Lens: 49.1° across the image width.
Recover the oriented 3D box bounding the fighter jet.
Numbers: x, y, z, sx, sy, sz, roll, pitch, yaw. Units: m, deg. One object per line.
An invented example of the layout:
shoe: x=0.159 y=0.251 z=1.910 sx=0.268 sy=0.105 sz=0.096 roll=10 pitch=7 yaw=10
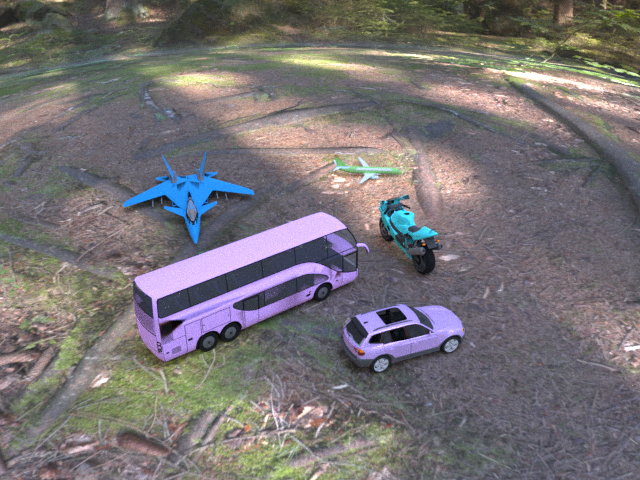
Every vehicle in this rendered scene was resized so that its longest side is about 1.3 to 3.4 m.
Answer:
fighter jet: x=-2.209 y=-0.737 z=11.873 sx=2.229 sy=0.557 sz=2.640 roll=-6 pitch=31 yaw=-11

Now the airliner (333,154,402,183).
airliner: x=0.896 y=-1.397 z=13.143 sx=1.307 sy=0.429 sz=1.161 roll=1 pitch=30 yaw=2

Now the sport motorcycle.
sport motorcycle: x=1.302 y=-0.112 z=10.531 sx=0.506 sy=0.821 sz=1.520 roll=-13 pitch=33 yaw=-22

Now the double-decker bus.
double-decker bus: x=-0.824 y=0.517 z=9.212 sx=3.251 sy=1.052 sz=0.756 roll=-21 pitch=36 yaw=-32

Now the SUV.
SUV: x=1.036 y=1.116 z=8.647 sx=1.572 sy=0.580 sz=0.656 roll=-12 pitch=32 yaw=-19
